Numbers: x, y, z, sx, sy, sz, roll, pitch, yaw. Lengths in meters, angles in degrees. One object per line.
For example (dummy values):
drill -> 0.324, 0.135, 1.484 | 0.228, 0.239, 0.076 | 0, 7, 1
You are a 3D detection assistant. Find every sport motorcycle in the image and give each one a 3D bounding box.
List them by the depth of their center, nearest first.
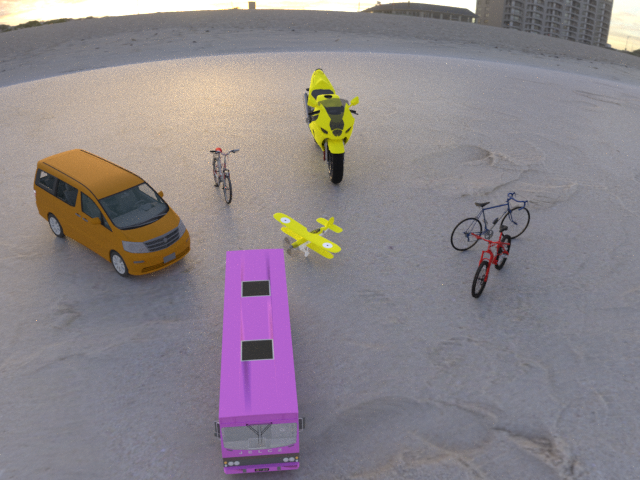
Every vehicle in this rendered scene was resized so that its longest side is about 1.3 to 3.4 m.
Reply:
sport motorcycle -> 0.153, -2.342, 14.112 | 0.983, 1.596, 2.955 | -4, 30, -7

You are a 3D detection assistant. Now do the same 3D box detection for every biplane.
biplane -> -0.109, -0.060, 11.227 | 1.336, 0.504, 1.090 | 23, 37, 34

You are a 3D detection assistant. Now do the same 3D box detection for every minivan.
minivan -> -3.396, -0.497, 11.292 | 3.011, 1.197, 1.324 | 24, 37, 35

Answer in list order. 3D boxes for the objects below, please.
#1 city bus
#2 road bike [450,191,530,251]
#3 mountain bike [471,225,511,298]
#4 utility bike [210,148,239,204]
city bus -> -0.748, 1.304, 8.452 | 0.926, 0.894, 3.255 | -3, 30, -5
road bike -> 2.776, -0.295, 11.287 | 1.545, 0.852, 0.358 | -12, 32, -21
mountain bike -> 2.557, 0.243, 10.332 | 0.573, 0.868, 1.469 | 18, 34, 28
utility bike -> -1.778, -1.312, 12.969 | 0.535, 0.946, 1.435 | -10, 31, -17
